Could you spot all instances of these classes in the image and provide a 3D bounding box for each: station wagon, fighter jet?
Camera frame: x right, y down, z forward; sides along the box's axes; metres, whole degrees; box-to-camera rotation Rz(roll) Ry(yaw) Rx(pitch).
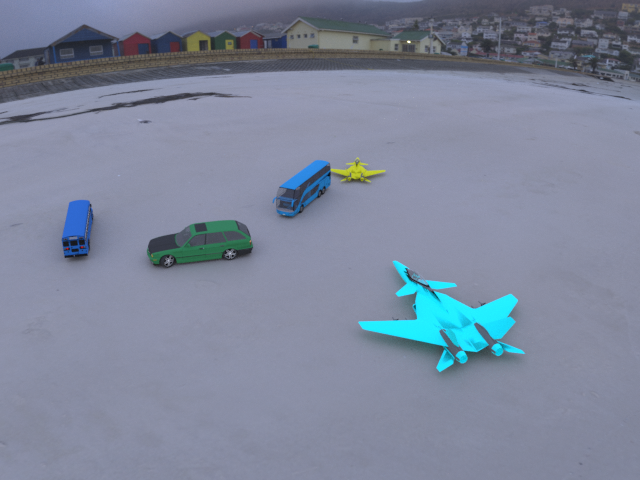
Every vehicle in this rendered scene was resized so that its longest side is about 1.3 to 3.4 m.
[{"bbox_3d":[-1.852,0.019,10.755,1.597,0.473,0.682,-7,27,-14],"label":"station wagon"},{"bbox_3d":[1.508,0.717,9.256,2.229,0.557,2.640,-8,28,-16],"label":"fighter jet"},{"bbox_3d":[0.740,-1.506,14.037,1.147,0.286,1.358,2,26,4],"label":"fighter jet"}]

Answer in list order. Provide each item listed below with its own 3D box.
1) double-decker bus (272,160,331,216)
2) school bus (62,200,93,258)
[{"bbox_3d":[-0.286,-0.931,12.593,0.389,0.541,1.672,12,29,22],"label":"double-decker bus"},{"bbox_3d":[-3.895,-0.230,11.300,0.365,0.434,1.708,-6,27,-12],"label":"school bus"}]
